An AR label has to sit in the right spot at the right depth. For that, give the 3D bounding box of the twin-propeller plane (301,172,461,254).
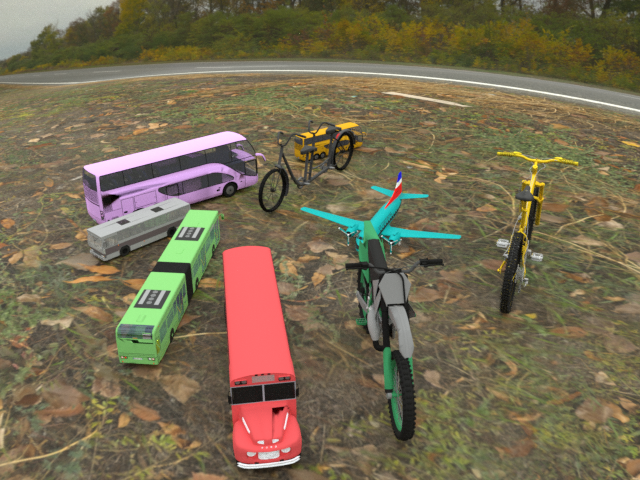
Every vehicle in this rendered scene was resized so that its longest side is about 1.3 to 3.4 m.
[{"bbox_3d":[0.990,-0.414,11.203,2.663,0.792,2.129,11,29,21],"label":"twin-propeller plane"}]

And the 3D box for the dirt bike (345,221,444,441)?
[{"bbox_3d":[0.734,0.805,7.878,1.024,1.666,2.903,-3,27,-5],"label":"dirt bike"}]

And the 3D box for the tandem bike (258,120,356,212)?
[{"bbox_3d":[-0.159,-1.554,12.833,0.550,1.326,3.192,16,31,29],"label":"tandem bike"}]

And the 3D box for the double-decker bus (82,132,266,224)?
[{"bbox_3d":[-2.485,-1.119,12.288,3.251,1.052,0.756,-21,34,-35],"label":"double-decker bus"}]

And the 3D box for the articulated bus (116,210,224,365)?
[{"bbox_3d":[-1.979,0.504,9.670,0.605,0.561,3.401,2,27,5],"label":"articulated bus"}]

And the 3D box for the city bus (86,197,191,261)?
[{"bbox_3d":[-2.827,-0.176,11.102,0.476,0.460,1.674,23,35,37],"label":"city bus"}]

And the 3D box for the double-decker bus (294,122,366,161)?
[{"bbox_3d":[0.216,-2.080,14.712,1.672,0.541,0.389,-19,33,-32],"label":"double-decker bus"}]

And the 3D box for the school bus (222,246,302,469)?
[{"bbox_3d":[-0.730,1.187,8.035,0.709,0.844,3.322,-4,28,-8],"label":"school bus"}]

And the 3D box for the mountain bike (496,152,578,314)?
[{"bbox_3d":[2.868,-0.208,9.823,1.114,1.688,2.857,10,29,19],"label":"mountain bike"}]
